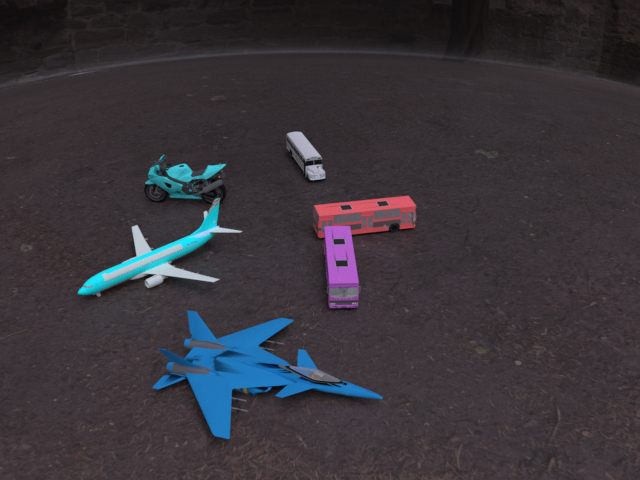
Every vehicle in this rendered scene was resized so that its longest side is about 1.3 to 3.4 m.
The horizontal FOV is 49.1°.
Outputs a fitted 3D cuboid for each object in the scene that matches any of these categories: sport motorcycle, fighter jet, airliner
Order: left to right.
[{"bbox_3d":[-2.453,0.112,10.411,2.541,0.835,2.257,-25,38,-37],"label":"airliner"},{"bbox_3d":[-2.401,-1.035,12.460,1.520,0.821,0.506,2,29,3],"label":"sport motorcycle"},{"bbox_3d":[-0.545,1.483,8.263,2.640,0.557,2.229,8,30,14],"label":"fighter jet"}]

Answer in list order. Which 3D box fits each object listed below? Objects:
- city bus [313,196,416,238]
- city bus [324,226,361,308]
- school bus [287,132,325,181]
[{"bbox_3d":[0.741,-0.368,11.645,1.674,0.460,0.476,-6,30,-11],"label":"city bus"},{"bbox_3d":[0.297,0.382,10.314,0.476,0.460,1.674,-1,29,-2],"label":"city bus"},{"bbox_3d":[-0.288,-1.673,13.984,0.365,0.434,1.708,-9,31,-15],"label":"school bus"}]
